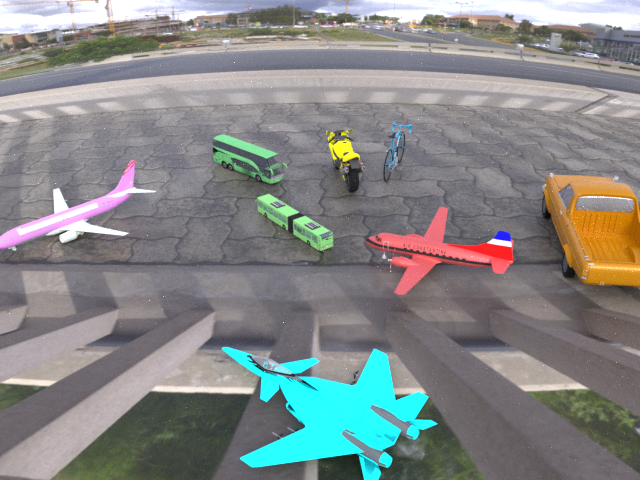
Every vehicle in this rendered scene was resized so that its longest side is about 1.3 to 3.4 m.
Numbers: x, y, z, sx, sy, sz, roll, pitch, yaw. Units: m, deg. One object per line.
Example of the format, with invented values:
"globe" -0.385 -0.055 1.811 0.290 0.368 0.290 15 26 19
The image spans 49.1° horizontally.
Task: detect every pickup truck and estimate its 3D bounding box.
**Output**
"pickup truck" 4.123 -0.272 10.339 1.244 0.993 3.117 3 29 6

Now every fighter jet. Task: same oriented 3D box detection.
"fighter jet" -0.154 1.547 7.533 2.640 0.557 2.229 22 36 34

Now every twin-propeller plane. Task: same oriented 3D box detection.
"twin-propeller plane" 1.660 0.070 9.933 2.129 0.792 2.663 11 31 18

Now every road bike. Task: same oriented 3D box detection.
"road bike" 1.394 -1.671 12.985 0.358 0.852 1.545 10 31 17

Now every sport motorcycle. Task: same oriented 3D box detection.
"sport motorcycle" 0.447 -1.466 12.650 0.506 0.821 1.520 -7 30 -12

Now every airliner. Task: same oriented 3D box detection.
"airliner" -3.914 -0.540 10.979 2.541 0.835 2.257 -26 38 -38

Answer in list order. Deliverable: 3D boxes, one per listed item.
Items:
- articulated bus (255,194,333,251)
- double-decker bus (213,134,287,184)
"articulated bus" -0.426 -0.299 11.109 0.311 0.289 1.749 -21 35 -32
"double-decker bus" -1.335 -1.494 12.986 1.672 0.541 0.389 24 37 36
